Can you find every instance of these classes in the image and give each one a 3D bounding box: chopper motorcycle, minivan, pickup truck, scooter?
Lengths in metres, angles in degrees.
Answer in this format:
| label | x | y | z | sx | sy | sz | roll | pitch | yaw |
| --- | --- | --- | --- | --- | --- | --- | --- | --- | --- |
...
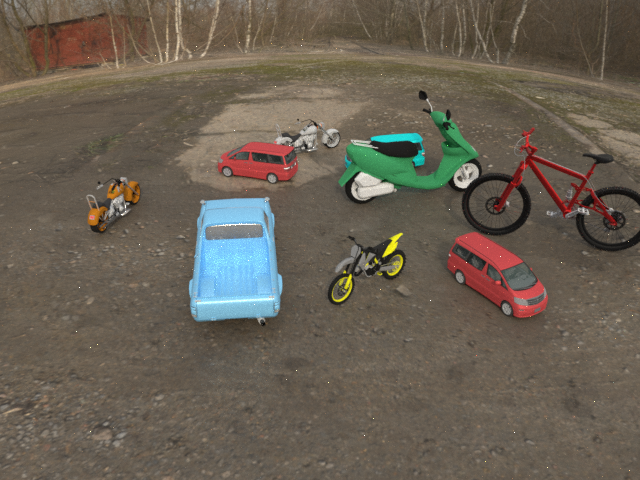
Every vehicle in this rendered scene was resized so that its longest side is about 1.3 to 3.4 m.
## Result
| label | x | y | z | sx | sy | sz | roll | pitch | yaw |
| --- | --- | --- | --- | --- | --- | --- | --- | --- | --- |
| chopper motorcycle | -0.262 | -2.145 | 14.381 | 1.563 | 0.761 | 0.466 | -17 | 33 | -27 |
| minivan | -1.213 | -1.529 | 13.426 | 1.548 | 0.616 | 0.681 | 10 | 31 | 17 |
| pickup truck | -1.214 | 0.126 | 10.070 | 1.244 | 0.993 | 3.117 | -3 | 29 | -5 |
| scooter | 1.653 | -1.557 | 12.274 | 2.721 | 1.786 | 1.288 | -8 | 30 | -13 |
| minivan | 1.266 | -1.711 | 13.752 | 1.548 | 0.616 | 0.681 | -5 | 30 | -10 |
| minivan | 2.493 | 0.474 | 9.834 | 0.681 | 0.616 | 1.548 | -17 | 33 | -27 |
| chopper motorcycle | -3.460 | -0.710 | 11.808 | 0.466 | 0.761 | 1.563 | 7 | 30 | 12 |

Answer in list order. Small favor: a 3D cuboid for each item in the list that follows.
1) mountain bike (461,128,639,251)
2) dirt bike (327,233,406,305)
| label | x | y | z | sx | sy | sz | roll | pitch | yaw |
| --- | --- | --- | --- | --- | --- | --- | --- | --- | --- |
| mountain bike | 3.668 | -0.707 | 10.851 | 2.857 | 1.688 | 1.114 | 8 | 30 | 15 |
| dirt bike | 0.688 | 0.352 | 9.805 | 1.493 | 0.857 | 0.527 | -23 | 36 | -34 |
